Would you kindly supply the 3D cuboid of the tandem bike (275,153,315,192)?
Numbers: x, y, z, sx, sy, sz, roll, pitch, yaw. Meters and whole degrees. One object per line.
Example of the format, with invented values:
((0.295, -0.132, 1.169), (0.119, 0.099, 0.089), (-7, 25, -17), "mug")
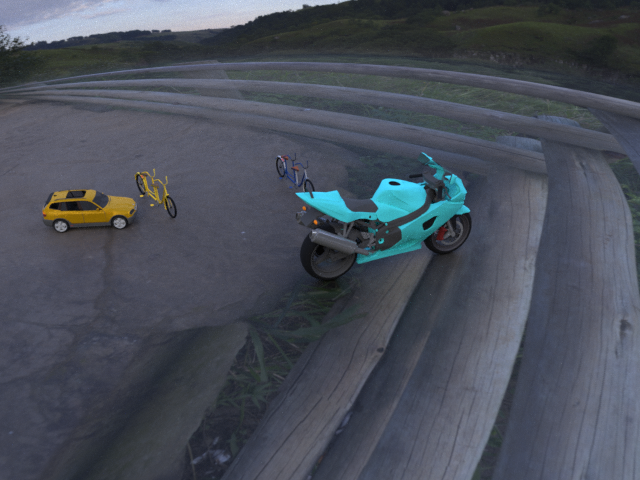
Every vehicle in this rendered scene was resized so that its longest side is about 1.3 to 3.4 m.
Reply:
((-0.488, -1.302, 13.248), (0.283, 0.682, 1.642), (-15, 33, -25), "tandem bike")

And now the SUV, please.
((-3.946, -0.547, 12.009), (1.572, 0.580, 0.656), (-4, 30, -6), "SUV")

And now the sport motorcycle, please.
((1.035, -0.303, 10.539), (2.955, 1.596, 0.983), (-11, 31, -19), "sport motorcycle")

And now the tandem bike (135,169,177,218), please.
((-2.980, -0.935, 12.596), (0.283, 0.682, 1.642), (-21, 35, -32), "tandem bike")
